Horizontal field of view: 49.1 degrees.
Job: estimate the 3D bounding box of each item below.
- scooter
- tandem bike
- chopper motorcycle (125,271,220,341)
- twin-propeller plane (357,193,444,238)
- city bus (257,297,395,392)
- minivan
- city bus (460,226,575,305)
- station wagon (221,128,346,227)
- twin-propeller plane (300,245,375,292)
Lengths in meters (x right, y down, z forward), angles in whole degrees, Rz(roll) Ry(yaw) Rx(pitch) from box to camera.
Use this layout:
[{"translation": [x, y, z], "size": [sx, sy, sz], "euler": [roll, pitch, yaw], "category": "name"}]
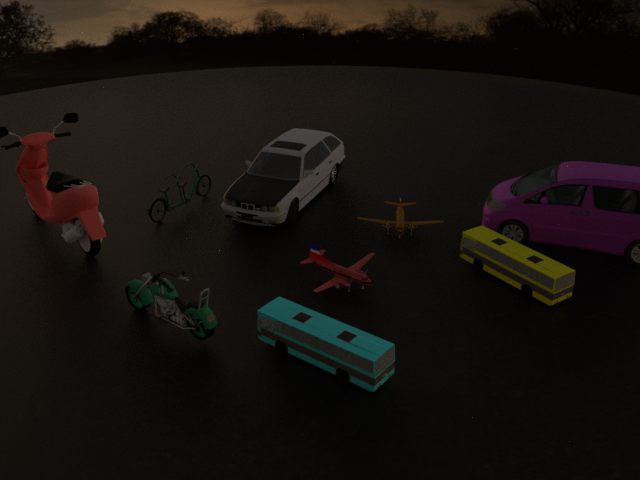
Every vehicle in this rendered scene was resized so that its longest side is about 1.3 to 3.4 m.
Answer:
[{"translation": [-4.035, -0.892, 10.654], "size": [1.288, 1.786, 2.721], "euler": [-22, 34, -36], "category": "scooter"}, {"translation": [-2.346, -0.831, 11.758], "size": [0.283, 0.682, 1.642], "euler": [14, 30, 26], "category": "tandem bike"}, {"translation": [-1.870, 0.712, 8.611], "size": [1.563, 0.761, 0.466], "euler": [19, 33, 33], "category": "chopper motorcycle"}, {"translation": [1.281, -0.392, 11.193], "size": [1.370, 0.407, 1.095], "euler": [3, 27, 5], "category": "twin-propeller plane"}, {"translation": [0.040, 1.182, 8.014], "size": [1.674, 0.460, 0.476], "euler": [19, 32, 33], "category": "city bus"}, {"translation": [4.024, -0.517, 10.563], "size": [3.011, 1.197, 1.324], "euler": [10, 28, 18], "category": "minivan"}, {"translation": [2.683, 0.343, 9.677], "size": [0.476, 0.460, 1.674], "euler": [-17, 32, -30], "category": "city bus"}, {"translation": [-0.575, -1.202, 12.228], "size": [1.327, 0.920, 3.105], "euler": [10, 29, 20], "category": "station wagon"}, {"translation": [0.276, 0.379, 9.663], "size": [1.095, 0.407, 1.370], "euler": [19, 33, 33], "category": "twin-propeller plane"}]
